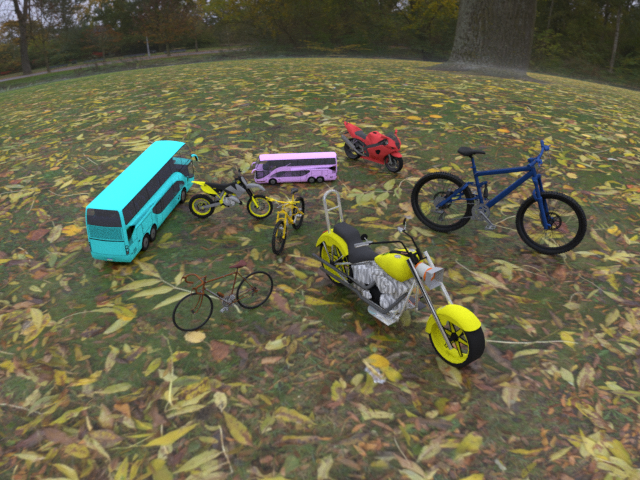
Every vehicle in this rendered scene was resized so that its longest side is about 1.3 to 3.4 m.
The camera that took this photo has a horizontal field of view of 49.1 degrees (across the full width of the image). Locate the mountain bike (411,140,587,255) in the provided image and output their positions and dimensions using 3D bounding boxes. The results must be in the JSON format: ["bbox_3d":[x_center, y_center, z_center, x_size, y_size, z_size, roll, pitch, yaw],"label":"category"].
[{"bbox_3d":[2.844,-0.708,11.256,2.857,1.688,1.114,13,32,22],"label":"mountain bike"}]

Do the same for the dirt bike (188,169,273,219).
[{"bbox_3d":[-1.566,-0.760,12.202,1.493,0.857,0.527,1,29,2],"label":"dirt bike"}]

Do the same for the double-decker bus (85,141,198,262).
[{"bbox_3d":[-2.976,-0.779,12.037,0.756,1.052,3.251,5,29,9],"label":"double-decker bus"}]

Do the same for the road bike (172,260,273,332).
[{"bbox_3d":[-1.306,0.723,9.543,1.545,0.852,0.358,-18,34,-29],"label":"road bike"}]

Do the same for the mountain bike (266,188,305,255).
[{"bbox_3d":[-0.516,-0.387,11.520,0.573,0.868,1.469,9,30,15],"label":"mountain bike"}]

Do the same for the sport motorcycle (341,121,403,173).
[{"bbox_3d":[1.081,-1.910,14.307,1.520,0.821,0.506,23,37,35],"label":"sport motorcycle"}]

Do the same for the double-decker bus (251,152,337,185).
[{"bbox_3d":[-0.501,-1.405,13.687,1.672,0.541,0.389,-3,29,-5],"label":"double-decker bus"}]

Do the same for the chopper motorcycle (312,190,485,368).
[{"bbox_3d":[0.984,0.454,9.380,0.906,1.480,3.040,-21,35,-33],"label":"chopper motorcycle"}]
